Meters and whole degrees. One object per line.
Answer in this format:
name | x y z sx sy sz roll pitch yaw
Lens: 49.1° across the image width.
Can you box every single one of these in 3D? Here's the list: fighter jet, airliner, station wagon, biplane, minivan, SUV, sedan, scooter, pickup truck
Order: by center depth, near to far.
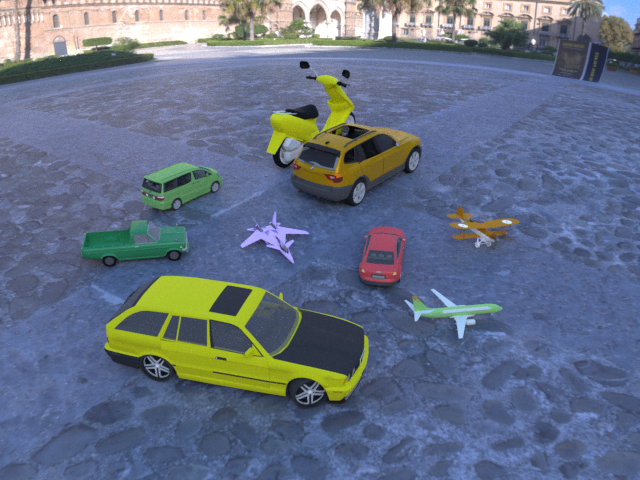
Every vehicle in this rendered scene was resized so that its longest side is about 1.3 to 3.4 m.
station wagon | -0.965 1.100 8.337 3.105 0.920 1.327 7 29 13
airliner | 1.816 0.867 9.280 1.307 0.429 1.161 -5 29 -9
sedan | 0.956 0.154 10.536 0.635 0.483 1.613 5 29 9
pickup truck | -2.839 0.010 10.771 1.603 0.511 0.640 -5 29 -9
fighter jet | -0.670 -0.023 11.067 1.147 0.286 1.358 -12 31 -21
biplane | 2.518 -0.206 11.176 1.336 0.504 1.090 -14 31 -23
minivan | -2.460 -1.042 12.597 0.681 0.616 1.548 20 35 33
SUV | 0.757 -1.619 13.123 1.276 1.128 3.058 20 34 32
scooter | -0.104 -2.592 14.223 1.288 1.786 2.721 21 35 34
